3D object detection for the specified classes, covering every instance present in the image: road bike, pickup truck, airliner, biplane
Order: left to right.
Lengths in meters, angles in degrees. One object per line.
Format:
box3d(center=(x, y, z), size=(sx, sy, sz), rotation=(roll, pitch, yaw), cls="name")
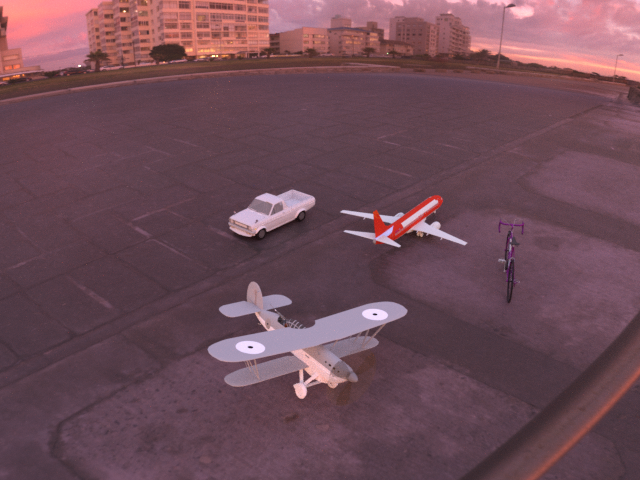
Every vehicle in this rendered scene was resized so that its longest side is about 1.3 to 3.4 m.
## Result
box3d(center=(-0.795, -0.508, 11.856), size=(0.640, 0.511, 1.603), rotation=(21, 33, 36), cls="pickup truck")
box3d(center=(-0.234, 1.109, 8.019), size=(2.598, 0.981, 2.120), rotation=(-19, 32, -33), cls="biplane")
box3d(center=(1.465, -0.485, 11.440), size=(2.257, 0.835, 2.541), rotation=(16, 30, 30), cls="airliner")
box3d(center=(2.698, 0.246, 9.928), size=(0.358, 0.852, 1.545), rotation=(5, 27, 10), cls="road bike")
